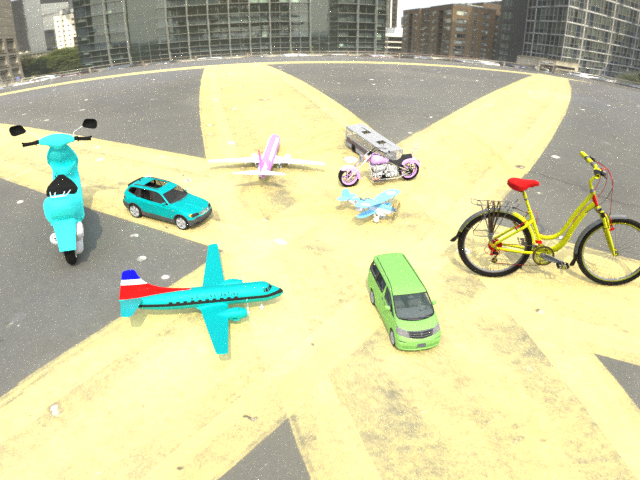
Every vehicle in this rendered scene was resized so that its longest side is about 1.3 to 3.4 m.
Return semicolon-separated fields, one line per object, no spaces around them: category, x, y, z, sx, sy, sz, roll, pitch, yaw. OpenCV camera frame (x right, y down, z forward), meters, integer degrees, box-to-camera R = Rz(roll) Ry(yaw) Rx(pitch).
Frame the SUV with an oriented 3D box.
SUV;-2.576;-0.658;11.763;1.572;0.580;0.656;14;32;24

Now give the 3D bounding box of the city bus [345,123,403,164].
city bus;1.067;-1.854;14.079;0.476;0.460;1.674;-12;31;-21

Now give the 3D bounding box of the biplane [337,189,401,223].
biplane;0.833;-0.612;11.757;1.090;0.504;1.336;18;33;29

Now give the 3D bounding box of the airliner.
airliner;-1.005;-1.782;13.557;2.257;0.835;2.541;2;29;3

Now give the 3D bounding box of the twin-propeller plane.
twin-propeller plane;-1.536;0.651;9.143;2.129;0.792;2.663;-5;29;-9

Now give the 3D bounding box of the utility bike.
utility bike;3.262;-0.289;9.772;2.791;1.839;1.039;4;29;7

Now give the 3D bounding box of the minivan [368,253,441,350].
minivan;1.079;0.777;9.097;0.681;0.616;1.548;-6;29;-10

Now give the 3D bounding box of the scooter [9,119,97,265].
scooter;-4.005;-0.881;10.913;1.288;1.786;2.721;-9;30;-15

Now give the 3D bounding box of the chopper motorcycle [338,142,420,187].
chopper motorcycle;1.107;-1.401;12.936;1.563;0.761;0.466;-6;29;-11
